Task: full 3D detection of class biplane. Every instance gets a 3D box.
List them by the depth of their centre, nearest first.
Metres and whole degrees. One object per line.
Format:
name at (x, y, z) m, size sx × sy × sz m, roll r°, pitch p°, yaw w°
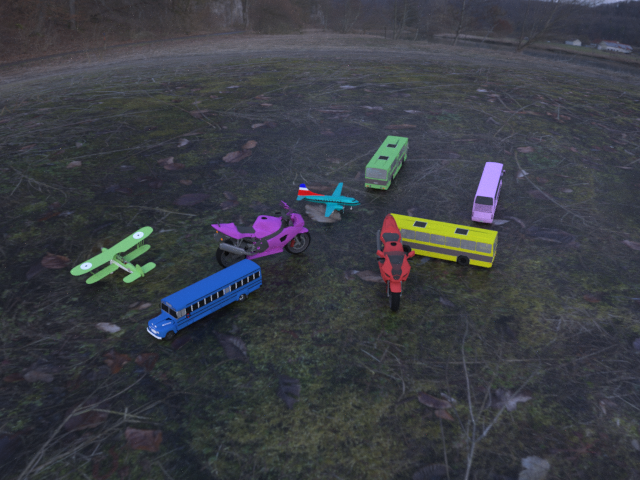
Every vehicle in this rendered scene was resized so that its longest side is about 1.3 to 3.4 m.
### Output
biplane at (-2.842, 0.325, 9.990) m, size 1.090 × 0.504 × 1.336 m, roll 24°, pitch 37°, yaw 36°

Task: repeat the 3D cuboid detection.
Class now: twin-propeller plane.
twin-propeller plane at (0.152, -0.739, 11.996) m, size 1.095 × 0.407 × 1.370 m, roll 6°, pitch 30°, yaw 10°

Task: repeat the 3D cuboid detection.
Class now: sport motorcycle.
sport motorcycle at (1.002, 0.303, 9.705) m, size 0.506 × 0.821 × 1.520 m, roll 0°, pitch 29°, yaw 1°
sport motorcycle at (-0.842, -0.046, 10.331) m, size 1.520 × 0.821 × 0.506 m, roll -12°, pitch 31°, yaw -21°

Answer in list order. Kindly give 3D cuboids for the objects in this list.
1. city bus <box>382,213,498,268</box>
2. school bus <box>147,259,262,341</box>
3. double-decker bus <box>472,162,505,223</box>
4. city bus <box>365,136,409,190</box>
city bus at (1.800, 0.017, 10.588) m, size 1.674 × 0.460 × 0.476 m, roll 11°, pitch 31°, yaw 18°
school bus at (-1.513, 0.774, 9.258) m, size 0.365 × 0.434 × 1.708 m, roll 25°, pitch 38°, yaw 37°
double-decker bus at (2.910, -0.853, 12.063) m, size 0.389 × 0.541 × 1.672 m, roll 9°, pitch 30°, yaw 16°
city bus at (1.273, -1.457, 13.229) m, size 0.476 × 0.460 × 1.674 m, roll 9°, pitch 31°, yaw 16°
